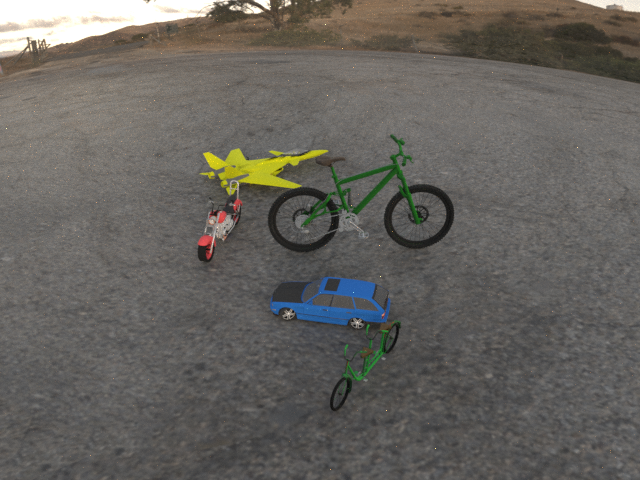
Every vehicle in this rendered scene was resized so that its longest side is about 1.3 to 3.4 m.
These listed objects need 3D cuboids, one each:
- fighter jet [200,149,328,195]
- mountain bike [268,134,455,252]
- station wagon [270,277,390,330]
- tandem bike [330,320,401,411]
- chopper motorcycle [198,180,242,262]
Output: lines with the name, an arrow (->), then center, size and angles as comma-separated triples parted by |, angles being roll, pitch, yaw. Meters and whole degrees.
fighter jet -> -0.892, -1.571, 13.418 | 2.640, 0.557, 2.229 | -20, 35, -31
mountain bike -> 0.635, -0.585, 10.528 | 2.857, 1.688, 1.114 | -2, 30, -3
station wagon -> 0.129, 0.784, 9.342 | 1.597, 0.473, 0.682 | 6, 30, 10
tandem bike -> 0.562, 1.334, 8.159 | 0.283, 0.682, 1.642 | 18, 34, 28
chopper motorcycle -> -1.569, -0.307, 10.978 | 0.466, 0.761, 1.563 | 7, 30, 13
